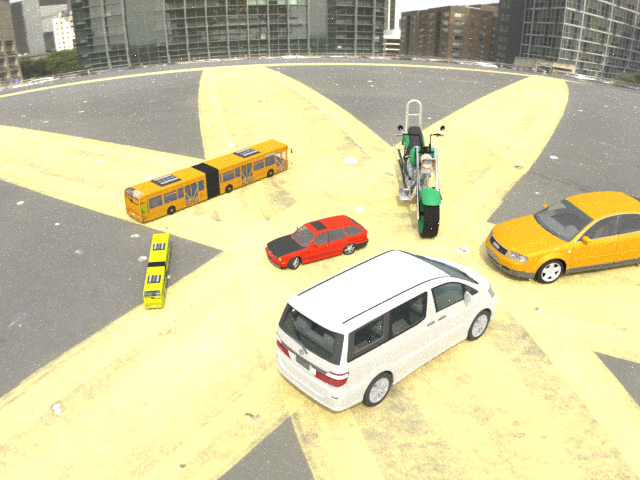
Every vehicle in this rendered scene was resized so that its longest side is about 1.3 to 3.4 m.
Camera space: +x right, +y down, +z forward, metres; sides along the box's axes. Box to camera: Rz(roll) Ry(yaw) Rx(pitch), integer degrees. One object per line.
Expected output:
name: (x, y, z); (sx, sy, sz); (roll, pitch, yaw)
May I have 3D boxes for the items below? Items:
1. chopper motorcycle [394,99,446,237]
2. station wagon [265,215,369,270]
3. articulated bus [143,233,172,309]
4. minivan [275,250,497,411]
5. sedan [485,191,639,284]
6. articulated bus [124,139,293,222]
chopper motorcycle: (1.732, -1.290, 12.037); (0.906, 1.480, 3.040); (0, 28, 0)
station wagon: (-0.054, -0.008, 10.724); (1.597, 0.473, 0.682); (-14, 32, -25)
articulated bus: (-2.345, 0.414, 10.139); (0.311, 0.289, 1.749); (-4, 29, -6)
minivan: (0.907, 0.848, 8.380); (3.011, 1.197, 1.324); (-23, 36, -36)
sedan: (4.024, -0.149, 10.494); (3.137, 0.940, 1.235); (-7, 29, -13)
articulated bus: (-1.931, -1.128, 12.703); (0.605, 0.561, 3.401); (25, 37, 38)
